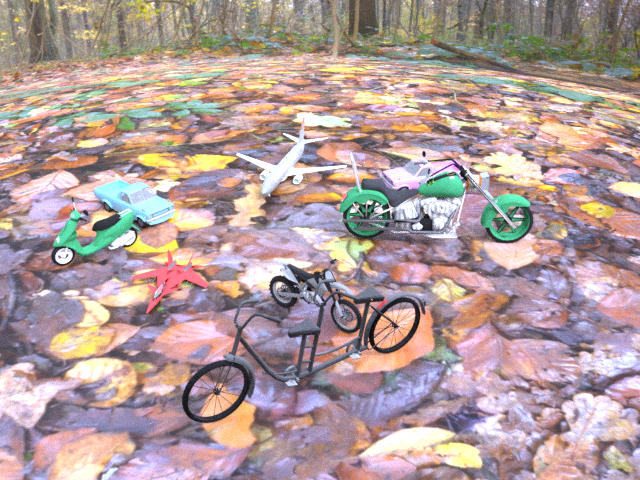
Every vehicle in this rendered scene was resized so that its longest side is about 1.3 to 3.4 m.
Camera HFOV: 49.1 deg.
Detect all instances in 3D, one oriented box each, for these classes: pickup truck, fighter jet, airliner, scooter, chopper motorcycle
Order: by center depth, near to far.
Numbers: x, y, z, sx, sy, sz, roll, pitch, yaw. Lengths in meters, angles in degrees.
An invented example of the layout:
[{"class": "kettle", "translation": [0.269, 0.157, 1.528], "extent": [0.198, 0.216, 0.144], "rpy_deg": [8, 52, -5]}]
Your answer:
[{"class": "fighter jet", "translation": [-2.174, 0.583, 9.861], "extent": [1.147, 0.286, 1.358], "rpy_deg": [5, 29, 10]}, {"class": "scooter", "translation": [-3.417, -0.176, 10.612], "extent": [1.399, 0.919, 0.662], "rpy_deg": [-19, 33, -31]}, {"class": "chopper motorcycle", "translation": [1.827, -0.655, 10.915], "extent": [3.040, 1.480, 0.906], "rpy_deg": [0, 28, 1]}, {"class": "pickup truck", "translation": [-3.204, -0.699, 12.028], "extent": [1.603, 0.511, 0.640], "rpy_deg": [22, 35, 35]}, {"class": "pickup truck", "translation": [1.965, -1.234, 13.030], "extent": [1.603, 0.511, 0.640], "rpy_deg": [-9, 29, -16]}, {"class": "airliner", "translation": [-0.656, -1.600, 13.372], "extent": [2.257, 0.835, 2.541], "rpy_deg": [8, 29, 15]}]

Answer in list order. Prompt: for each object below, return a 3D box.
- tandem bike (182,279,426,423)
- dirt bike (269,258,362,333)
[{"class": "tandem bike", "translation": [-0.059, 1.075, 7.835], "extent": [3.192, 1.326, 0.550], "rpy_deg": [-16, 32, -27]}, {"class": "dirt bike", "translation": [-0.076, 0.662, 9.108], "extent": [1.493, 0.857, 0.527], "rpy_deg": [19, 33, 31]}]
